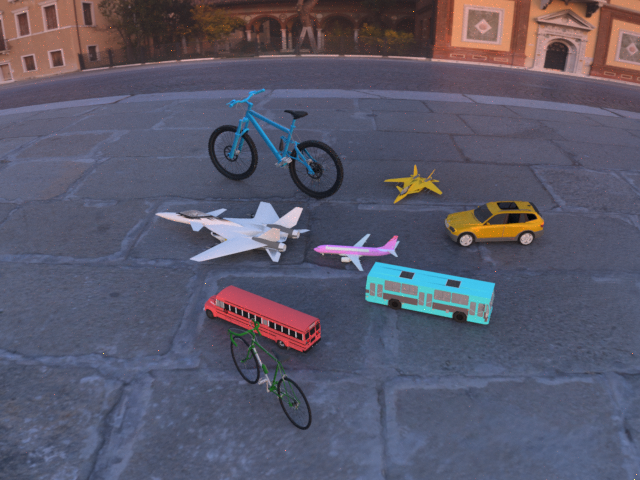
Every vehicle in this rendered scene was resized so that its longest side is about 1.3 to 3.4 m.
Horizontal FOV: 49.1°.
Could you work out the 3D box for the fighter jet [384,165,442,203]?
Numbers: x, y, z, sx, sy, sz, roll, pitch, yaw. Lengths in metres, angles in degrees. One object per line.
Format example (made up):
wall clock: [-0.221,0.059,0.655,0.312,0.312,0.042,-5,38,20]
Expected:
fighter jet: [1.662,-1.001,12.861,1.147,0.286,1.358,16,32,27]

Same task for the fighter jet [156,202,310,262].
fighter jet: [-1.595,-0.336,11.335,2.640,0.557,2.229,12,31,21]

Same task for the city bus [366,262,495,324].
city bus: [1.476,0.727,9.457,1.674,0.460,0.476,10,30,18]

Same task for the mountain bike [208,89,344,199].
mountain bike: [-0.859,-1.715,12.709,2.857,1.688,1.114,14,31,24]

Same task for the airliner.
airliner: [0.549,0.083,10.690,1.307,0.429,1.161,4,29,8]

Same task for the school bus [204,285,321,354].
school bus: [-0.788,0.981,9.011,1.708,0.434,0.365,18,33,29]

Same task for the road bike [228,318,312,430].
road bike: [-0.572,1.449,7.698,0.358,0.852,1.545,-21,34,-33]

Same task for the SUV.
SUV: [2.795,-0.296,11.237,1.572,0.580,0.656,-1,28,-3]
